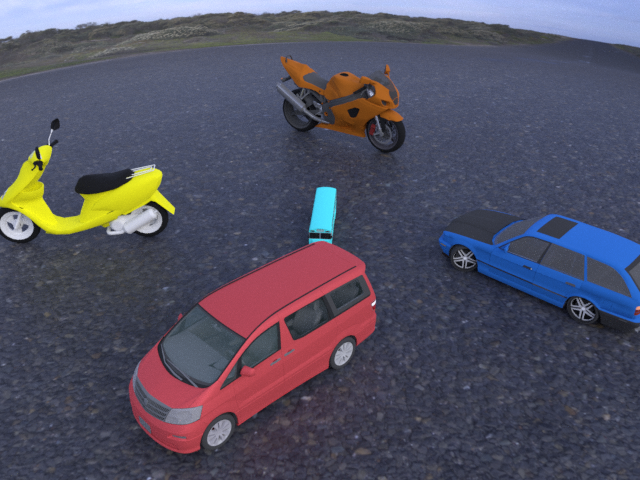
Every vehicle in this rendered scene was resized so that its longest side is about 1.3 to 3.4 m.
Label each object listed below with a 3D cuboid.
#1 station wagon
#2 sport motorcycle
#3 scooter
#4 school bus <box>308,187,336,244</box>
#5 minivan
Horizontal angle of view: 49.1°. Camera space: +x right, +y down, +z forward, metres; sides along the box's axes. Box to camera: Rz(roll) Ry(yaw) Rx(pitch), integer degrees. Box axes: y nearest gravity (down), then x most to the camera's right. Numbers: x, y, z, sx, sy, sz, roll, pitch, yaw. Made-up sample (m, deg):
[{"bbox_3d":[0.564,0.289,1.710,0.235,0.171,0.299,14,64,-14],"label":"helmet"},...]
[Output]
[{"bbox_3d":[3.171,0.186,9.758,3.105,0.920,1.327,25,39,36],"label":"station wagon"},{"bbox_3d":[0.419,-2.751,14.056,2.955,1.596,0.983,19,36,29],"label":"sport motorcycle"},{"bbox_3d":[-3.620,-0.788,10.554,2.721,1.786,1.288,-3,31,-5],"label":"scooter"},{"bbox_3d":[0.044,-0.270,11.006,0.365,0.434,1.708,2,31,4],"label":"school bus"},{"bbox_3d":[-0.712,1.105,7.935,3.011,1.197,1.324,-26,39,-36],"label":"minivan"}]
